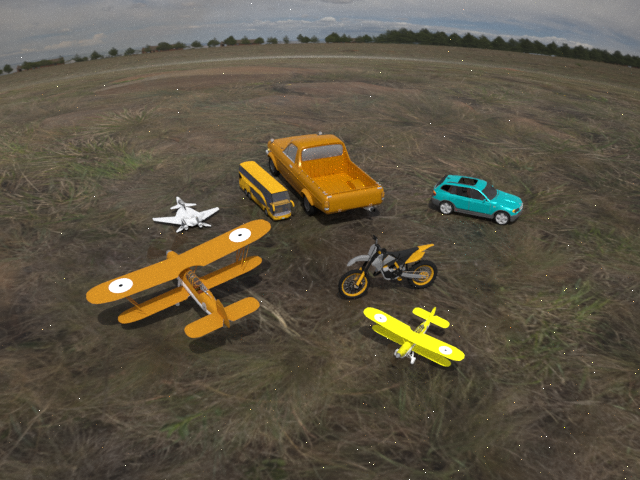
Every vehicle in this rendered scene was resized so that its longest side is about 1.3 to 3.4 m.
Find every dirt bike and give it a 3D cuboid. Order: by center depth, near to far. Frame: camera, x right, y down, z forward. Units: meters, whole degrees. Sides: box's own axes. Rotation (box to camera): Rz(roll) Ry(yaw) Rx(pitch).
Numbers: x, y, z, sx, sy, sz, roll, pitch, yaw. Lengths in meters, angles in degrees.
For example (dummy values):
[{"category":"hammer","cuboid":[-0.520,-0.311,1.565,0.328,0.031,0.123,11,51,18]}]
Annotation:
[{"category":"dirt bike","cuboid":[0.973,0.392,9.809,1.493,0.857,0.527,-8,29,-14]}]

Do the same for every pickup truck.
[{"category":"pickup truck","cuboid":[0.008,-1.332,12.836,1.244,0.993,3.117,-11,30,-20]}]

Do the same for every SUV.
[{"category":"SUV","cuboid":[2.732,-0.739,12.178,1.572,0.580,0.656,12,31,21]}]

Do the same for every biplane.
[{"category":"biplane","cuboid":[1.215,1.194,8.703,1.336,0.504,1.090,17,33,28]},{"category":"biplane","cuboid":[-1.670,0.633,9.236,2.598,0.981,2.120,-16,32,-27]}]

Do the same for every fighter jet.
[{"category":"fighter jet","cuboid":[-2.351,-0.562,12.160,1.147,0.286,1.358,-11,30,-19]}]

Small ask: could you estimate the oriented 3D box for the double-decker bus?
[{"category":"double-decker bus","cuboid":[-0.991,-0.878,12.475,0.389,0.541,1.672,-14,32,-24]}]
